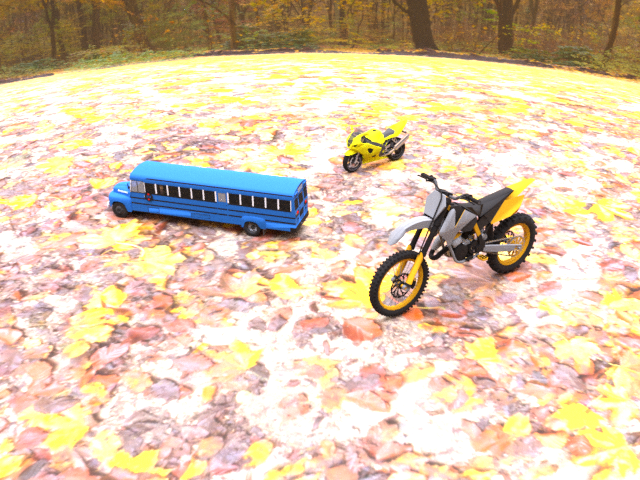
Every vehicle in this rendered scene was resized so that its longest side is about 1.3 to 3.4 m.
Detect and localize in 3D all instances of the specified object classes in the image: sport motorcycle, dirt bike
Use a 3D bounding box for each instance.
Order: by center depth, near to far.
[{"bbox_3d":[1.839,-0.025,9.089,2.903,1.666,1.024,-17,33,-29],"label":"dirt bike"},{"bbox_3d":[1.049,-1.794,13.259,1.520,0.821,0.506,-19,33,-31],"label":"sport motorcycle"}]

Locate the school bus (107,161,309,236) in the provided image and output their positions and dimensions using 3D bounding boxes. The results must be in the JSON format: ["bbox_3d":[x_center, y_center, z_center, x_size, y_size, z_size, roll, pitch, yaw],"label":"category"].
[{"bbox_3d":[-1.858,-0.698,11.203,3.322,0.844,0.709,8,29,14],"label":"school bus"}]
